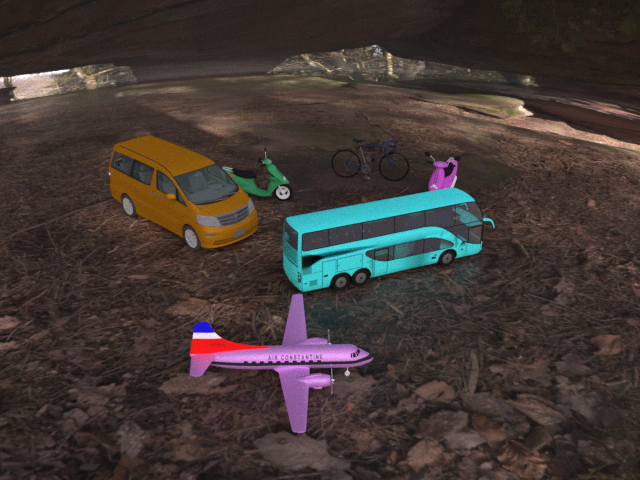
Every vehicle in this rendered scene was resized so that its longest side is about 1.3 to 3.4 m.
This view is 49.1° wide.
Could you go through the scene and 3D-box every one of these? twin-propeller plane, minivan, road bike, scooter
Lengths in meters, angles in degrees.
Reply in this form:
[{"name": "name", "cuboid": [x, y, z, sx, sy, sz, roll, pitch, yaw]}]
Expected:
[{"name": "twin-propeller plane", "cuboid": [-0.439, 1.267, 8.097, 2.129, 0.792, 2.663, -1, 27, -2]}, {"name": "minivan", "cuboid": [-2.360, -0.852, 11.880, 3.011, 1.197, 1.324, 23, 35, 38]}, {"name": "road bike", "cuboid": [0.985, -1.587, 13.735, 1.545, 0.852, 0.358, 5, 27, 9]}, {"name": "scooter", "cuboid": [-1.201, -1.167, 12.821, 1.399, 0.919, 0.662, 3, 27, 5]}, {"name": "scooter", "cuboid": [2.265, -1.189, 12.866, 0.662, 0.919, 1.399, 12, 29, 23]}]

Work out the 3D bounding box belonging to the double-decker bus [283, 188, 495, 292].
[{"name": "double-decker bus", "cuboid": [1.036, -0.045, 10.430, 3.251, 1.052, 0.756, -11, 29, -21]}]
